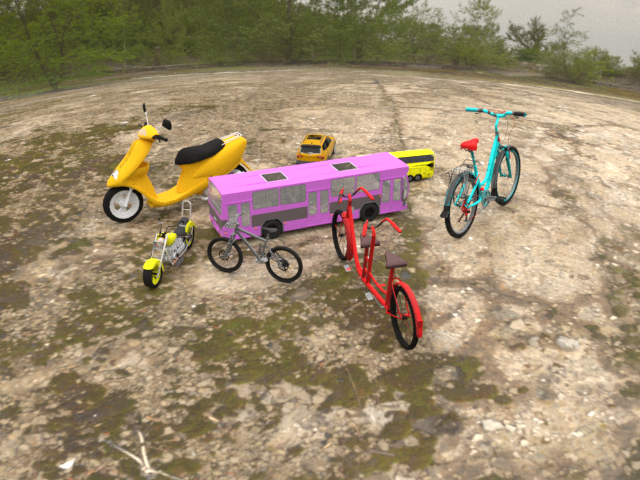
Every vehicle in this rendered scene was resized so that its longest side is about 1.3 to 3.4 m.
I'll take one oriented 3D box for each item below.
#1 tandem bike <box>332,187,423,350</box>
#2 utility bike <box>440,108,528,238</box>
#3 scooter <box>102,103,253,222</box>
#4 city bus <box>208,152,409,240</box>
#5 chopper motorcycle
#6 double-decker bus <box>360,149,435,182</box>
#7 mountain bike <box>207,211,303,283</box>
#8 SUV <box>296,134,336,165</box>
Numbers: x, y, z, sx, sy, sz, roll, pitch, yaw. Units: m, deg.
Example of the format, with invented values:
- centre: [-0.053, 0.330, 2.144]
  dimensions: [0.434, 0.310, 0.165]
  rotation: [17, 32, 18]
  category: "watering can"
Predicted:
- centre: [0.668, 0.202, 9.197]
  dimensions: [0.550, 1.326, 3.192]
  rotation: [-8, 27, -15]
  category: "tandem bike"
- centre: [2.626, -1.196, 11.456]
  dimensions: [1.039, 1.839, 2.791]
  rotation: [19, 32, 34]
  category: "utility bike"
- centre: [-2.379, -1.343, 11.815]
  dimensions: [2.721, 1.786, 1.288]
  rotation: [-15, 30, -27]
  category: "scooter"
- centre: [-0.151, -0.711, 11.539]
  dimensions: [3.255, 0.894, 0.926]
  rotation: [-10, 28, -20]
  category: "city bus"
- centre: [-2.185, 0.044, 10.158]
  dimensions: [0.466, 0.761, 1.563]
  rotation: [6, 27, 12]
  category: "chopper motorcycle"
- centre: [1.351, -1.372, 13.283]
  dimensions: [1.672, 0.541, 0.389]
  rotation: [-7, 27, -14]
  category: "double-decker bus"
- centre: [-0.933, 0.136, 9.848]
  dimensions: [1.469, 0.868, 0.573]
  rotation: [9, 28, 17]
  category: "mountain bike"
- centre: [-0.073, -1.888, 14.287]
  dimensions: [0.656, 0.580, 1.572]
  rotation: [4, 27, 9]
  category: "SUV"
